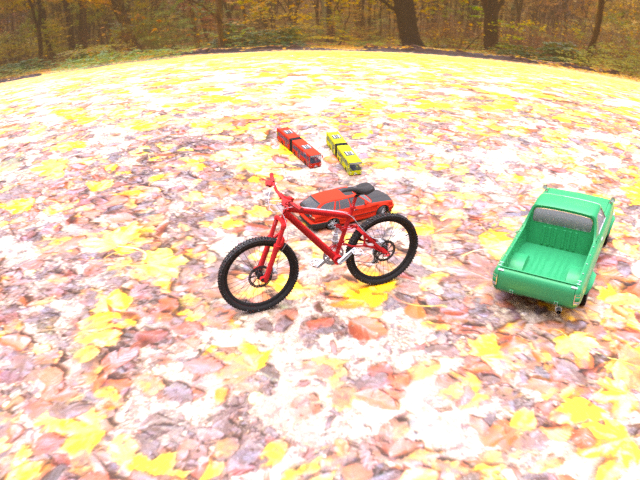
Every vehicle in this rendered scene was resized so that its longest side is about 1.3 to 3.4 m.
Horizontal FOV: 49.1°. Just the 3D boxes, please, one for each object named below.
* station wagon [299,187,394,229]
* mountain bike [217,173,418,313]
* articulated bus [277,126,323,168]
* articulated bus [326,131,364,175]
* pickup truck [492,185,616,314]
[{"bbox_3d":[0.453,-0.599,11.550,1.597,0.473,0.682,-14,32,-23],"label":"station wagon"},{"bbox_3d":[0.031,0.023,9.171,2.857,1.688,1.114,-11,31,-19],"label":"mountain bike"},{"bbox_3d":[-0.438,-1.881,14.057,0.311,0.289,1.749,-13,31,-22],"label":"articulated bus"},{"bbox_3d":[0.456,-1.731,13.786,0.311,0.289,1.749,-7,30,-12],"label":"articulated bus"},{"bbox_3d":[3.427,-0.038,10.001,1.244,0.993,3.117,15,32,24],"label":"pickup truck"}]
